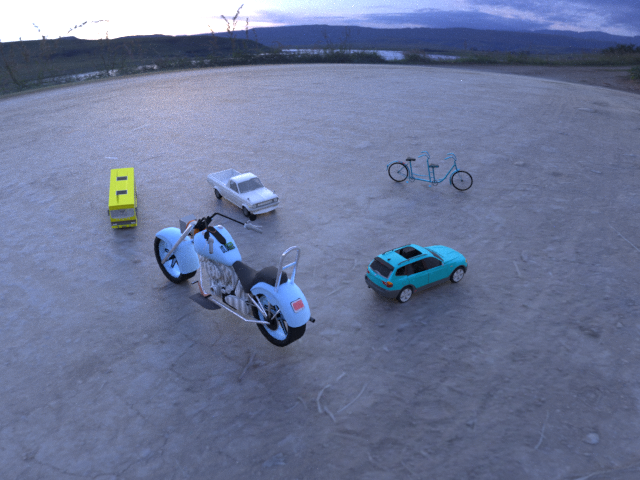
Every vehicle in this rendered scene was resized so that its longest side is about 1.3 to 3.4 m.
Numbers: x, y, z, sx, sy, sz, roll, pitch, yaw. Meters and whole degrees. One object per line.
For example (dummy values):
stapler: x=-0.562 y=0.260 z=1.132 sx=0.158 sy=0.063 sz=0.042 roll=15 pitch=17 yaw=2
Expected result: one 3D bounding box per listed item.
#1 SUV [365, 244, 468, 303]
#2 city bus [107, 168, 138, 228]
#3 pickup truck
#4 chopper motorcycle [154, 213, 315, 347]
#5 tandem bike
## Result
SUV: x=1.379 y=0.368 z=9.884 sx=1.572 sy=0.580 sz=0.656 roll=-17 pitch=32 yaw=-29
city bus: x=-3.404 y=-0.733 z=12.125 sx=0.476 sy=0.460 sz=1.674 roll=-6 pitch=28 yaw=-12
pickup truck: x=-1.382 y=-0.915 z=12.420 sx=0.640 sy=0.511 sz=1.603 roll=-19 pitch=33 yaw=-32
chopper motorcycle: x=-1.258 y=0.285 z=9.072 sx=0.906 sy=1.480 sz=3.040 roll=-24 pitch=36 yaw=-38
tandem bike: x=2.029 y=-1.315 z=13.000 sx=1.642 sy=0.682 sz=0.283 roll=10 pitch=29 yaw=18
